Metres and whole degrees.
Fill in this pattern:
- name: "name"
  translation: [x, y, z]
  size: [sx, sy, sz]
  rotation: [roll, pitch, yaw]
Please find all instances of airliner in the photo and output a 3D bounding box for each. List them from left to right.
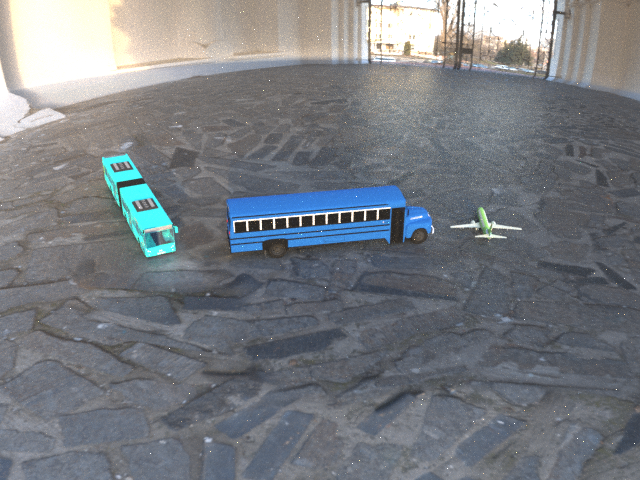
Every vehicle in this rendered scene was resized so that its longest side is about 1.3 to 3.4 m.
- name: "airliner"
  translation: [2.750, -0.352, 11.642]
  size: [1.161, 0.429, 1.307]
  rotation: [2, 28, 4]

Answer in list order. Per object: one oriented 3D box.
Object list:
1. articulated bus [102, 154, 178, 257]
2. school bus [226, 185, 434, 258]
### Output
- name: "articulated bus"
  translation: [-3.196, -0.687, 12.126]
  size: [0.605, 0.561, 3.401]
  rotation: [-13, 31, -23]
- name: "school bus"
  translation: [0.191, -0.324, 11.152]
  size: [3.322, 0.844, 0.709]
  rotation: [-5, 29, -10]
